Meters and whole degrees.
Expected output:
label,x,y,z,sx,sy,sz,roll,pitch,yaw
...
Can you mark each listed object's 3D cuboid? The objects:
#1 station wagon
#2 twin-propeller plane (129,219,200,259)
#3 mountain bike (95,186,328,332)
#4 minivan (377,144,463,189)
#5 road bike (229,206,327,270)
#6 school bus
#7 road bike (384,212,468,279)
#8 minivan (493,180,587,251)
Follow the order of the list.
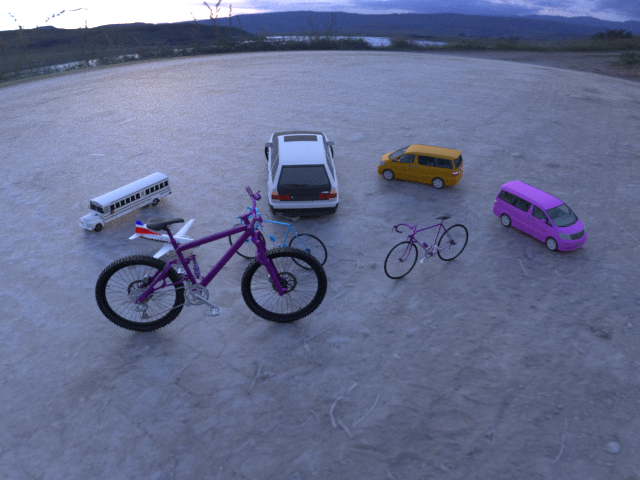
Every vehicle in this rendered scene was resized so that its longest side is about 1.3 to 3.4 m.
label,x,y,z,sx,sy,sz,roll,pitch,yaw
station wagon,-0.344,-1.425,12.555,1.327,0.920,3.105,-2,29,-3
twin-propeller plane,-2.319,-0.051,10.614,1.095,0.407,1.370,8,30,15
mountain bike,-1.326,0.362,8.556,2.857,1.688,1.114,-3,29,-5
minivan,1.826,-1.400,12.823,1.548,0.616,0.681,12,31,20
road bike,-0.624,-0.017,10.098,1.545,0.852,0.358,10,31,17
school bus,-3.236,-0.645,11.653,0.365,0.434,1.708,20,35,31
road bike,1.542,0.051,9.974,1.545,0.852,0.358,-17,33,-28
minivan,3.467,-0.390,11.009,0.681,0.616,1.548,-18,34,-29
